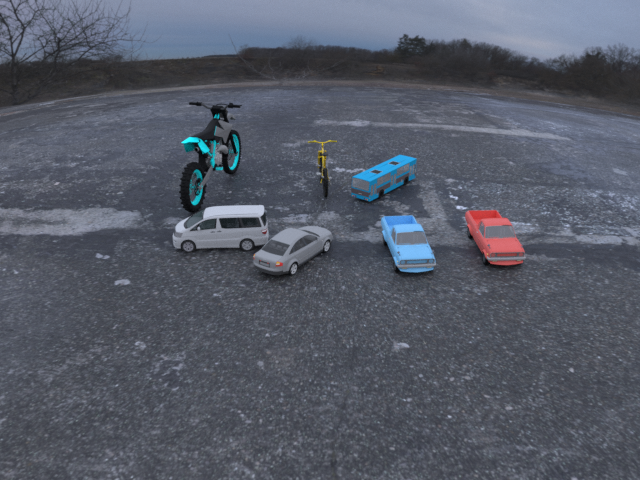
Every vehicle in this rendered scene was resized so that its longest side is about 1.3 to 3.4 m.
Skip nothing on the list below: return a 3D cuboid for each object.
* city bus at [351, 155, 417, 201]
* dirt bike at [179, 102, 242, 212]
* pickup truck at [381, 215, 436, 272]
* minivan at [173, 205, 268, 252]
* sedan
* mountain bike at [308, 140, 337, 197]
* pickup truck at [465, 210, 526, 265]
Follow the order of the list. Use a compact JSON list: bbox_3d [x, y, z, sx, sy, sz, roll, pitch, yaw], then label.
[{"bbox_3d":[1.268,-1.198,13.630,0.476,0.460,1.674,19,31,34],"label":"city bus"},{"bbox_3d":[-2.059,-1.712,13.306,1.024,1.666,2.903,6,26,12],"label":"dirt bike"},{"bbox_3d":[1.376,-0.008,11.083,0.640,0.511,1.603,-2,26,-5],"label":"pickup truck"},{"bbox_3d":[-1.619,-0.208,11.378,1.548,0.616,0.681,-1,26,-3],"label":"minivan"},{"bbox_3d":[-0.389,0.077,10.936,0.635,0.483,1.613,16,30,30],"label":"sedan"},{"bbox_3d":[0.069,-1.430,13.642,0.573,0.868,1.469,-2,26,-4],"label":"mountain bike"},{"bbox_3d":[2.803,-0.109,11.293,0.640,0.511,1.603,-1,26,-3],"label":"pickup truck"}]
